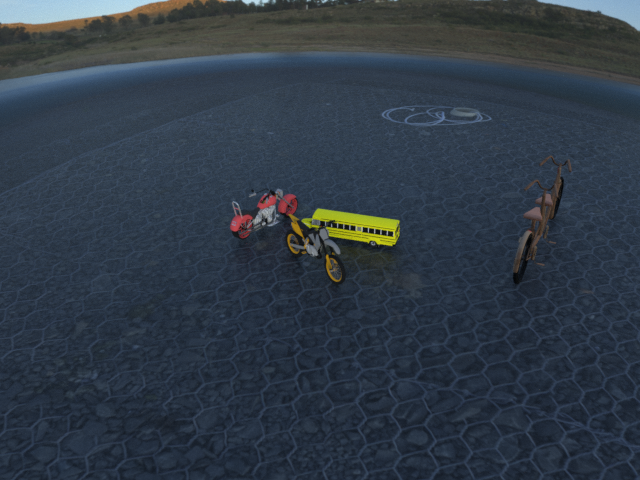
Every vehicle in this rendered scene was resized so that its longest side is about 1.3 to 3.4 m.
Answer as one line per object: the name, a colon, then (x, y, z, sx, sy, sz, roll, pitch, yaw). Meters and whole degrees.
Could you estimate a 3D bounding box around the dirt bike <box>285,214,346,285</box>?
dirt bike: (-0.083, 0.079, 10.736, 0.527, 0.857, 1.493, -20, 35, -32)

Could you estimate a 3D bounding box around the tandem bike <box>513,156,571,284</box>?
tandem bike: (3.559, -0.445, 11.195, 0.550, 1.326, 3.192, 15, 32, 25)

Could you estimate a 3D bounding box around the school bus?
school bus: (0.466, -0.212, 11.692, 1.708, 0.434, 0.365, 9, 30, 16)

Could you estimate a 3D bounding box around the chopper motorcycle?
chopper motorcycle: (-0.931, -0.548, 11.959, 0.466, 0.761, 1.563, 22, 36, 34)
